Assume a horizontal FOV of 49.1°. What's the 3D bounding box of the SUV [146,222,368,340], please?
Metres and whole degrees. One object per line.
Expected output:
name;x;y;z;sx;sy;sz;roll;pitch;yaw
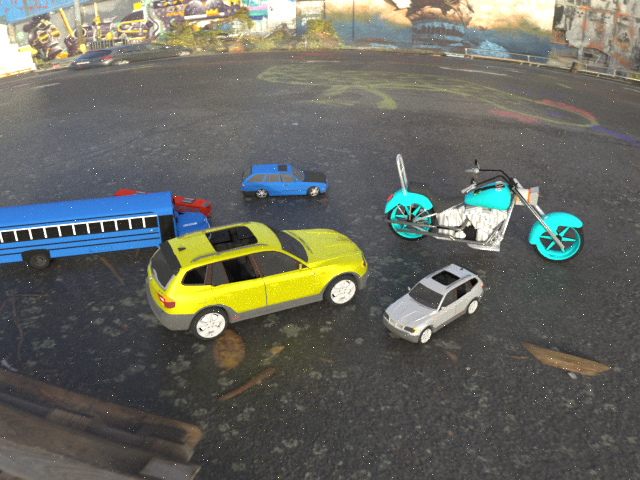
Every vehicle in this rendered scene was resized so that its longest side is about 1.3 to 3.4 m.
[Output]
SUV;-0.832;0.366;9.580;3.058;1.128;1.276;-13;32;-21

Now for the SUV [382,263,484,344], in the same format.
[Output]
SUV;1.534;0.804;9.362;1.572;0.580;0.656;-24;37;-35

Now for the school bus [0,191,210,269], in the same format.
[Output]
school bus;-3.382;-0.187;10.842;3.322;0.844;0.709;-7;30;-11

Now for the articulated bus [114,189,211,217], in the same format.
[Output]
articulated bus;-2.749;-0.626;12.179;1.749;0.289;0.311;8;31;14

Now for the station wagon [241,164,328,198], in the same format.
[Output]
station wagon;-0.648;-1.113;12.850;1.597;0.473;0.682;-2;30;-3

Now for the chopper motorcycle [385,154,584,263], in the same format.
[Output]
chopper motorcycle;2.509;-0.484;10.722;3.040;1.480;0.906;7;30;12
